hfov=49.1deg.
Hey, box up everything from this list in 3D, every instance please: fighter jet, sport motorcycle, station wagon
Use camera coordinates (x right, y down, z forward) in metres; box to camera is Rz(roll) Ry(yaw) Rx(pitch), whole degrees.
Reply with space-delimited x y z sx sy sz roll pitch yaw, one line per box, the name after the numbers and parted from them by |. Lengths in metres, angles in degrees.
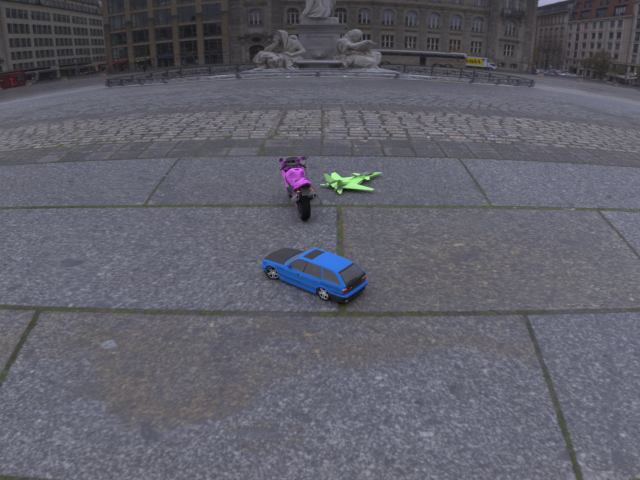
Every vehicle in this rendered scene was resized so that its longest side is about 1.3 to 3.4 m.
0.705 -1.225 13.475 1.358 0.286 1.147 -20 32 -34 | fighter jet
-0.397 -0.942 12.293 0.506 0.821 1.520 -6 27 -13 | sport motorcycle
-0.112 0.398 9.957 1.597 0.473 0.682 19 32 33 | station wagon
